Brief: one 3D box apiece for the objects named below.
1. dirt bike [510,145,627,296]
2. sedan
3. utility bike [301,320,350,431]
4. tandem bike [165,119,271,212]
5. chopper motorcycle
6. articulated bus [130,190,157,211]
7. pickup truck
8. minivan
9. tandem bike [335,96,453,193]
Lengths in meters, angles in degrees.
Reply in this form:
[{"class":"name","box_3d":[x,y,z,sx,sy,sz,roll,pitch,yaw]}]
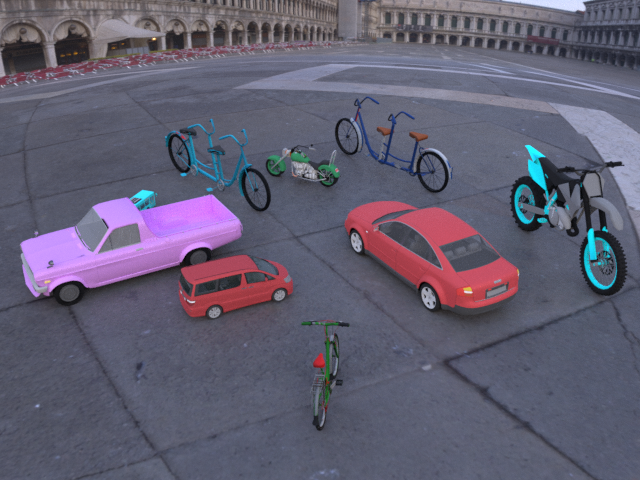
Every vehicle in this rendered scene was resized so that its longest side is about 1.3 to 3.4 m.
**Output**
[{"class":"dirt bike","box_3d":[3.648,-0.462,10.336,1.024,1.666,2.903,-7,29,-13]},{"class":"sedan","box_3d":[1.508,0.040,10.174,1.235,0.940,3.137,-16,32,-27]},{"class":"utility bike","box_3d":[0.026,1.384,7.696,0.535,0.946,1.435,5,29,9]},{"class":"tandem bike","box_3d":[-1.921,-1.513,12.628,0.550,1.326,3.192,-24,37,-37]},{"class":"chopper motorcycle","box_3d":[-0.338,-1.445,13.093,1.563,0.761,0.466,15,32,26]},{"class":"articulated bus","box_3d":[-3.290,-0.366,11.602,0.311,0.289,1.749,10,30,17]},{"class":"pickup truck","box_3d":[-2.742,-0.041,10.267,3.117,0.993,1.244,-16,32,-27]},{"class":"minivan","box_3d":[-1.129,0.569,9.540,1.548,0.616,0.681,-13,31,-23]},{"class":"tandem bike","box_3d":[1.318,-1.893,13.326,0.550,1.326,3.192,-21,35,-33]}]
